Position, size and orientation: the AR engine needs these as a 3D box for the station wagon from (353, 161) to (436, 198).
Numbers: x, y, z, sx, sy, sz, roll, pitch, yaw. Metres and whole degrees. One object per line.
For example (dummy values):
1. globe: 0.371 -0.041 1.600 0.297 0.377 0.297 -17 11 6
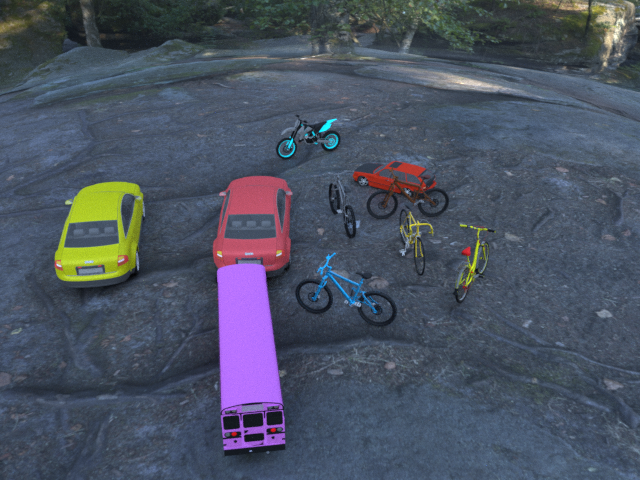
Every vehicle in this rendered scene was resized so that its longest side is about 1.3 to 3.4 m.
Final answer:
1. station wagon: 1.411 -1.238 13.430 1.597 0.473 0.682 17 34 26

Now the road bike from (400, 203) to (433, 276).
1. road bike: 1.454 -0.093 11.045 0.358 0.852 1.545 -4 30 -7

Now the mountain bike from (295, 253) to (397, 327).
1. mountain bike: 0.348 0.727 9.593 1.469 0.868 0.573 10 31 17

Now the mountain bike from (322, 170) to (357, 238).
1. mountain bike: 0.379 -0.658 12.017 0.573 0.868 1.469 -8 31 -13

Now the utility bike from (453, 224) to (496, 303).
1. utility bike: 2.208 0.283 10.291 0.535 0.946 1.435 16 34 26

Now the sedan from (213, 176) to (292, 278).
1. sedan: -1.070 -0.418 11.526 1.235 0.940 3.137 -1 30 -1

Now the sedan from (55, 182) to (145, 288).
1. sedan: -3.515 -0.299 11.316 1.235 0.940 3.137 -4 30 -8

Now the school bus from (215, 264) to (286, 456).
1. school bus: -0.920 1.229 8.737 0.709 0.844 3.322 -4 30 -7

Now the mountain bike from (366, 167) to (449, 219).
1. mountain bike: 1.545 -0.776 12.224 1.469 0.868 0.573 -3 30 -5

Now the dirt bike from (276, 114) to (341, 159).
1. dirt bike: -0.232 -2.178 14.690 1.493 0.857 0.527 -13 32 -22
